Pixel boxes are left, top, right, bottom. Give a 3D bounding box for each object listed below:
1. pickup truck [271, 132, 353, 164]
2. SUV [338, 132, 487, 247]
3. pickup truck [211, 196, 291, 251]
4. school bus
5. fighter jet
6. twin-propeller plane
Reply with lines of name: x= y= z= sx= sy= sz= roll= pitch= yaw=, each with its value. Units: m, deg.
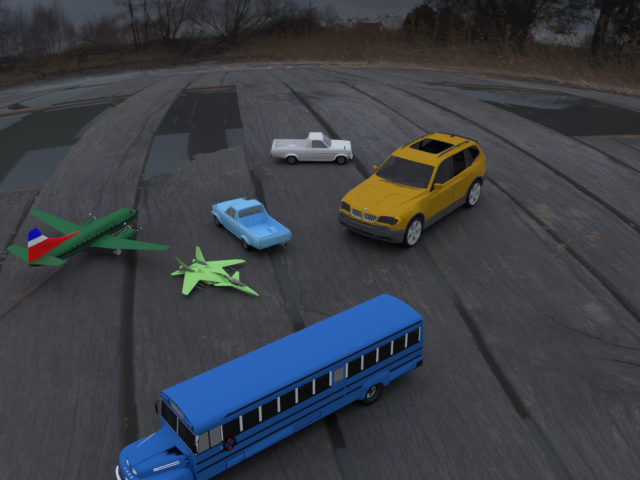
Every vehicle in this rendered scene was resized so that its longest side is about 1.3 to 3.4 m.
pickup truck: x=-0.160 y=-1.816 z=13.724 sx=1.603 sy=0.511 sz=0.640 roll=0 pitch=27 yaw=1
SUV: x=1.567 y=-0.915 z=11.272 sx=1.276 sy=1.128 sz=3.058 roll=20 pitch=33 yaw=34
pickup truck: x=-1.078 y=-0.298 z=10.741 sx=0.640 sy=0.511 sz=1.603 roll=-17 pitch=31 yaw=-29
school bus: x=-0.380 y=1.489 z=6.863 sx=3.322 sy=0.844 sz=0.709 roll=-20 pitch=33 yaw=-33
fighter jet: x=-1.349 y=0.464 z=9.490 sx=1.358 sy=0.286 sz=1.147 roll=19 pitch=32 yaw=32
twin-propeller plane: x=-3.376 y=-0.145 z=10.131 sx=2.663 sy=0.792 sz=2.129 roll=14 pitch=30 yaw=25
